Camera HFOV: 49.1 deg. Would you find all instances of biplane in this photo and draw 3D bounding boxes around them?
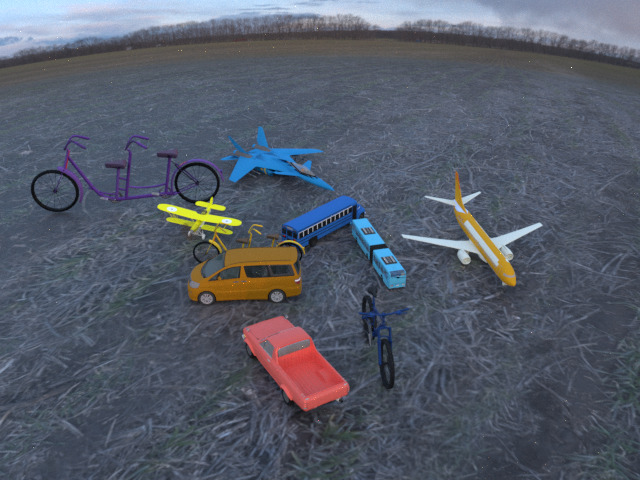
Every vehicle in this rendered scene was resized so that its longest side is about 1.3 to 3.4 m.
[{"bbox_3d":[-1.851,-0.344,11.126,1.336,0.504,1.090,5,29,9],"label":"biplane"}]

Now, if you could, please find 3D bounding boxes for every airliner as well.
[{"bbox_3d":[2.412,-0.185,10.482,2.257,0.835,2.541,-5,29,-9],"label":"airliner"}]

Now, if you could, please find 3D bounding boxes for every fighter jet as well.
[{"bbox_3d":[-0.651,-1.484,13.188,2.229,0.557,2.640,-24,36,-37],"label":"fighter jet"}]

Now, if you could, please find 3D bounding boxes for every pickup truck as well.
[{"bbox_3d":[-0.314,1.341,7.987,0.640,0.511,1.603,-15,32,-26],"label":"pickup truck"}]

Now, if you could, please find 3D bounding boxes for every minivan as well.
[{"bbox_3d":[-1.025,0.460,9.513,1.548,0.616,0.681,-1,28,-3],"label":"minivan"}]

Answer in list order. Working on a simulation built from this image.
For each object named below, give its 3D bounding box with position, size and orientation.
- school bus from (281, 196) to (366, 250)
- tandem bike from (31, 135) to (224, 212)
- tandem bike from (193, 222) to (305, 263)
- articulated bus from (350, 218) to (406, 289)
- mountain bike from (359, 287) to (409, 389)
[{"bbox_3d":[0.099,-0.311,11.139,0.365,0.434,1.708,23,36,36],"label":"school bus"},{"bbox_3d":[-3.231,-1.135,11.729,3.192,1.326,0.550,-4,29,-7],"label":"tandem bike"},{"bbox_3d":[-1.039,0.079,10.153,1.642,0.682,0.283,1,28,1],"label":"tandem bike"},{"bbox_3d":[0.846,0.168,10.401,0.311,0.289,1.749,-7,29,-13],"label":"articulated bus"},{"bbox_3d":[0.669,1.039,8.172,0.573,0.868,1.469,-4,29,-8],"label":"mountain bike"}]
